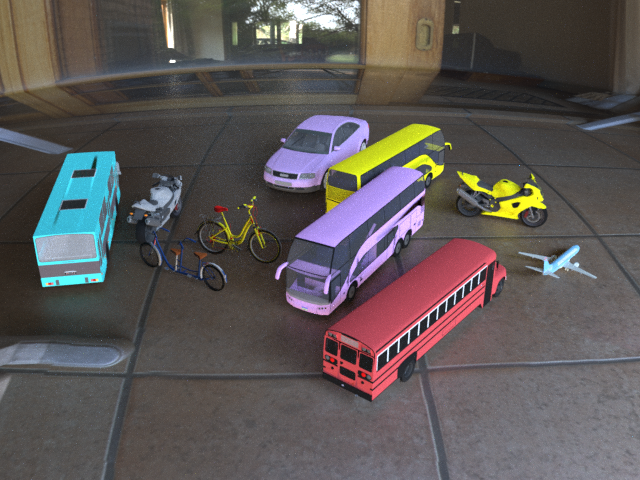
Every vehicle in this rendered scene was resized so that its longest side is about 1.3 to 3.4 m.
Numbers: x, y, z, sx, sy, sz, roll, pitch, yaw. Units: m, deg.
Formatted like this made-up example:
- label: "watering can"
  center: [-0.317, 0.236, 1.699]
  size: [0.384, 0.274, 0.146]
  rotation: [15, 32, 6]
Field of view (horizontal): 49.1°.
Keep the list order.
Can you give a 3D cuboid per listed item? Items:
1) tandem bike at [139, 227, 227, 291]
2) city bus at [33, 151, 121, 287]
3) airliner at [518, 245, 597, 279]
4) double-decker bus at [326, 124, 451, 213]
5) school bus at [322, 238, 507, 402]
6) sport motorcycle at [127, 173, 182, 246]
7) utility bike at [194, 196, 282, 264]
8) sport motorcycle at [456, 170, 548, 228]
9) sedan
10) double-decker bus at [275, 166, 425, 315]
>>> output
- label: "tandem bike"
  center: [-1.941, 0.247, 9.748]
  size: [1.642, 0.682, 0.283]
  rotation: [16, 31, 29]
- label: "city bus"
  center: [-3.635, -0.392, 10.773]
  size: [0.926, 0.894, 3.255]
  rotation: [-5, 27, -9]
- label: "airliner"
  center: [3.480, 0.218, 10.083]
  size: [1.161, 0.429, 1.307]
  rotation: [21, 34, 36]
- label: "double-decker bus"
  center: [1.245, -1.196, 12.187]
  size: [0.756, 1.052, 3.251]
  rotation: [17, 32, 30]
- label: "school bus"
  center: [1.313, 0.785, 8.506]
  size: [0.709, 0.844, 3.322]
  rotation: [20, 33, 34]
- label: "sport motorcycle"
  center: [-2.557, -0.520, 11.107]
  size: [0.506, 0.821, 1.520]
  rotation: [6, 28, 12]
- label: "utility bike"
  center: [-1.207, -0.178, 10.294]
  size: [1.435, 0.946, 0.535]
  rotation: [10, 28, 18]
- label: "sport motorcycle"
  center: [2.955, -0.676, 11.415]
  size: [1.520, 0.821, 0.506]
  rotation: [11, 29, 21]
- label: "sedan"
  center: [-0.013, -1.803, 13.508]
  size: [1.235, 0.940, 3.137]
  rotation: [11, 29, 21]
- label: "double-decker bus"
  center: [0.577, -0.055, 9.935]
  size: [0.756, 1.052, 3.251]
  rotation: [15, 30, 27]
